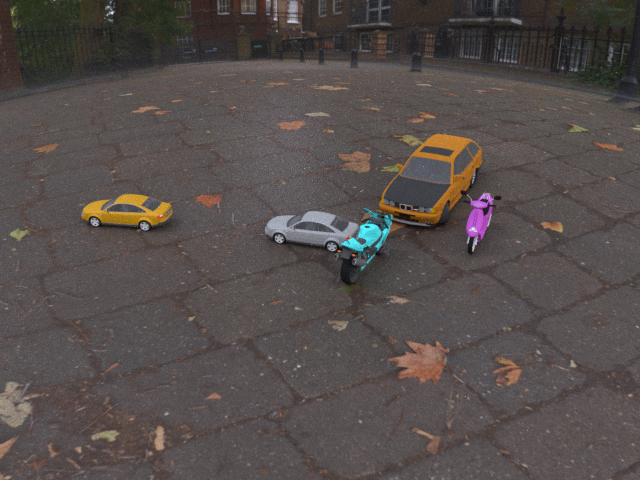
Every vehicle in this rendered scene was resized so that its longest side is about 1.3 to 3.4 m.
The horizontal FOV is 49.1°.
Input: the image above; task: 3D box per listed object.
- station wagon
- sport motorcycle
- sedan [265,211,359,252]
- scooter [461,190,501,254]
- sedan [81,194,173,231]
[{"bbox_3d":[2.151,-1.236,13.220,1.327,0.920,3.105,13,30,23],"label":"station wagon"},{"bbox_3d":[0.709,0.080,10.813,0.506,0.821,1.520,15,31,26],"label":"sport motorcycle"},{"bbox_3d":[-0.142,-0.205,11.722,1.613,0.483,0.635,8,29,16],"label":"sedan"},{"bbox_3d":[2.663,-0.422,11.667,0.662,0.919,1.399,11,29,19],"label":"scooter"},{"bbox_3d":[-3.419,-0.531,12.345,1.613,0.483,0.635,5,28,9],"label":"sedan"}]
